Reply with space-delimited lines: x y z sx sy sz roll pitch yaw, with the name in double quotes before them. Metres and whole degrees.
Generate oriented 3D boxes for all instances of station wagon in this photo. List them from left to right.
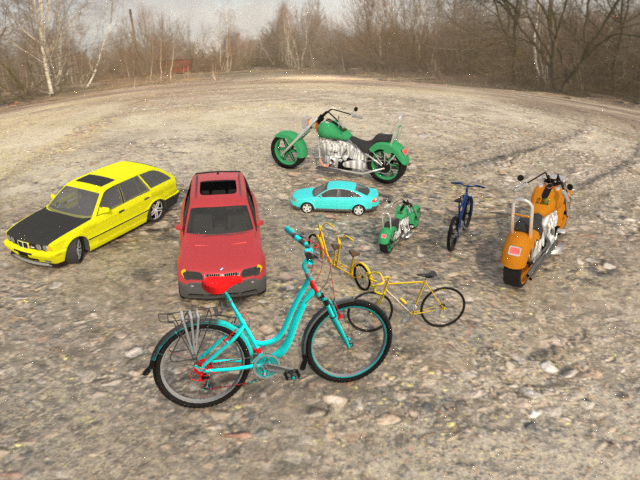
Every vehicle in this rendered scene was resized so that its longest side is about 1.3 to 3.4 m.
"station wagon" -3.721 -0.552 11.622 1.327 0.920 3.105 13 28 25

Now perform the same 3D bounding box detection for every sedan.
"sedan" 0.269 -0.794 12.646 1.613 0.483 0.635 3 25 5

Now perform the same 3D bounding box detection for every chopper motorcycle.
"chopper motorcycle" 0.352 -1.974 13.973 3.040 1.480 0.906 13 28 26
"chopper motorcycle" 1.322 -0.340 11.360 0.466 0.761 1.563 12 28 24
"chopper motorcycle" 3.378 -0.378 10.601 0.906 1.480 3.040 14 29 27

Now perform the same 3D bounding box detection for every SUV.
"SUV" -1.505 -0.170 10.571 1.276 1.128 3.058 -3 26 -7

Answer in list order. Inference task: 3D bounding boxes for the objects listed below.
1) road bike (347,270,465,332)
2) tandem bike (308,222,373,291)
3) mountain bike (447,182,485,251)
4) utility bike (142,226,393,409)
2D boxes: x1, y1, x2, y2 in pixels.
"road bike" 1.109 0.775 8.898 1.545 0.852 0.358 -3 25 -6
"tandem bike" 0.271 0.192 10.327 0.283 0.682 1.642 -16 30 -30
"mountain bike" 2.305 -0.417 11.398 0.573 0.868 1.469 11 28 22
"utility bike" -0.546 0.847 7.592 2.791 1.839 1.039 -7 26 -14
